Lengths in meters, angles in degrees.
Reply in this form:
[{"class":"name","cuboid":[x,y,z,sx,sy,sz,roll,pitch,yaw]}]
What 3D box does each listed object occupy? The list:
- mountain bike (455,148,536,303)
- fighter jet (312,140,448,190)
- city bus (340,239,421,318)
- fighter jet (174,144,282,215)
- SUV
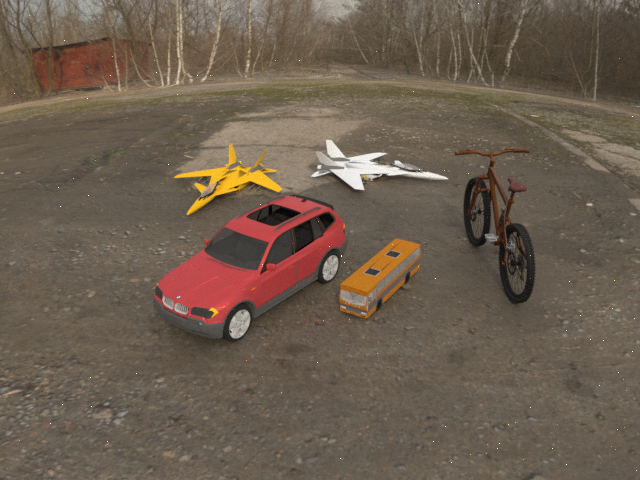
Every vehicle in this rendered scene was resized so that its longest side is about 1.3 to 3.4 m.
[{"class":"mountain bike","cuboid":[2.574,-0.336,10.155,1.114,1.688,2.857,-3,26,-5]},{"class":"fighter jet","cuboid":[1.240,-1.502,13.908,2.640,0.557,2.229,7,26,15]},{"class":"city bus","cuboid":[0.867,0.525,9.777,0.476,0.460,1.674,15,29,28]},{"class":"fighter jet","cuboid":[-1.846,-1.124,13.117,2.229,0.557,2.640,9,27,18]},{"class":"SUV","cuboid":[-0.861,0.256,9.563,1.276,1.128,3.058,18,31,33]}]
